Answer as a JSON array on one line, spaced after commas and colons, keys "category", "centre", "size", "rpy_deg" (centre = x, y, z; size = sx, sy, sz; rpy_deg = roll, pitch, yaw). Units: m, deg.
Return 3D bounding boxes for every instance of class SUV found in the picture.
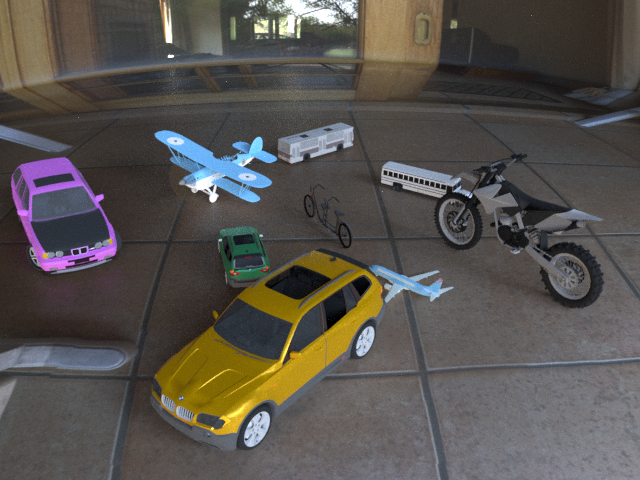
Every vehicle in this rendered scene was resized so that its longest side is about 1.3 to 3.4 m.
[{"category": "SUV", "centre": [-0.480, 1.070, 7.850], "size": [1.276, 1.128, 3.058], "rpy_deg": [20, 34, 33]}, {"category": "SUV", "centre": [-1.120, 0.151, 10.180], "size": [0.656, 0.580, 1.572], "rpy_deg": [-6, 28, -12]}]

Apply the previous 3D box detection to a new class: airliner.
[{"category": "airliner", "centre": [1.172, 0.499, 9.683], "size": [1.161, 0.429, 1.307], "rpy_deg": [-25, 36, -38]}]

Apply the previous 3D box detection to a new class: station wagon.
[{"category": "station wagon", "centre": [-4.120, -0.513, 11.075], "size": [1.327, 0.920, 3.105], "rpy_deg": [-14, 31, -25]}]

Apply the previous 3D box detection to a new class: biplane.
[{"category": "biplane", "centre": [-1.700, -1.300, 12.504], "size": [2.598, 0.981, 2.120], "rpy_deg": [19, 33, 32]}]

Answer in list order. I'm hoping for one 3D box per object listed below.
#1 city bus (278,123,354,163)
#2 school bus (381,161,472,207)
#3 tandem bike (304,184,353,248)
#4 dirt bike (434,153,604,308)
[{"category": "city bus", "centre": [-0.069, -1.977, 14.346], "size": [1.674, 0.460, 0.476], "rpy_deg": [-21, 34, -34]}, {"category": "school bus", "centre": [1.916, -1.009, 12.538], "size": [1.708, 0.434, 0.365], "rpy_deg": [18, 33, 30]}, {"category": "tandem bike", "centre": [0.109, -0.432, 11.179], "size": [0.283, 0.682, 1.642], "rpy_deg": [-14, 31, -24]}, {"category": "dirt bike", "centre": [2.688, -0.235, 9.749], "size": [1.024, 1.666, 2.903], "rpy_deg": [-20, 34, -33]}]
